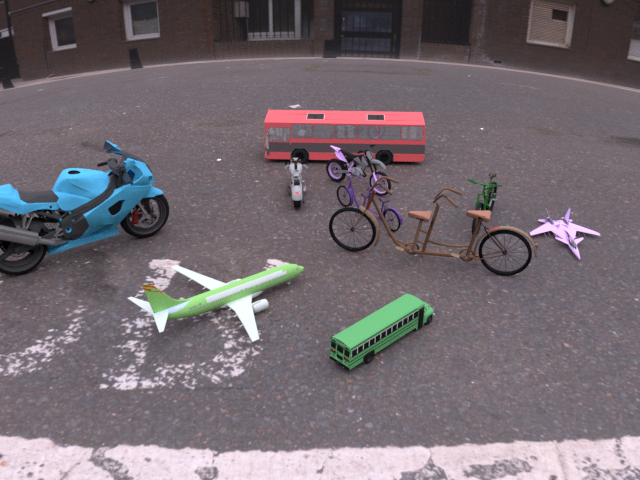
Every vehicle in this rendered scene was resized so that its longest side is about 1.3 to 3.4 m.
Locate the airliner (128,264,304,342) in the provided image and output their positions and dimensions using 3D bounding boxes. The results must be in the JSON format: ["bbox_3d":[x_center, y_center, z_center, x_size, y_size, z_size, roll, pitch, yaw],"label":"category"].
[{"bbox_3d":[-1.254,0.577,9.615,2.541,0.835,2.257,-20,35,-32],"label":"airliner"}]

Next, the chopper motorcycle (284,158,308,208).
[{"bbox_3d":[-0.437,-1.170,12.862,0.466,0.761,1.563,-2,29,-3],"label":"chopper motorcycle"}]

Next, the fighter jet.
[{"bbox_3d":[4.042,-0.108,11.425,1.147,0.286,1.358,0,29,0],"label":"fighter jet"}]

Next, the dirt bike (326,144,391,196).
[{"bbox_3d":[0.714,-1.361,13.109,1.493,0.857,0.527,21,35,33],"label":"dirt bike"}]

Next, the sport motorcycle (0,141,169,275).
[{"bbox_3d":[-3.738,-0.479,10.743,2.955,1.596,0.983,-19,34,-30],"label":"sport motorcycle"}]

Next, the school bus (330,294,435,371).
[{"bbox_3d":[0.850,1.127,9.032,1.708,0.434,0.365,-25,37,-37],"label":"school bus"}]

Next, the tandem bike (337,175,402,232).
[{"bbox_3d":[0.827,-0.672,12.041,0.283,0.682,1.642,-22,36,-34],"label":"tandem bike"}]

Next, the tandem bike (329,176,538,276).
[{"bbox_3d":[1.658,-0.216,10.546,3.192,1.326,0.550,9,30,16],"label":"tandem bike"}]

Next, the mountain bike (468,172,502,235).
[{"bbox_3d":[2.809,-0.681,11.863,0.573,0.868,1.469,13,31,23],"label":"mountain bike"}]

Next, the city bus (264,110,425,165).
[{"bbox_3d":[0.506,-2.112,14.434,3.255,0.894,0.926,1,29,2],"label":"city bus"}]
